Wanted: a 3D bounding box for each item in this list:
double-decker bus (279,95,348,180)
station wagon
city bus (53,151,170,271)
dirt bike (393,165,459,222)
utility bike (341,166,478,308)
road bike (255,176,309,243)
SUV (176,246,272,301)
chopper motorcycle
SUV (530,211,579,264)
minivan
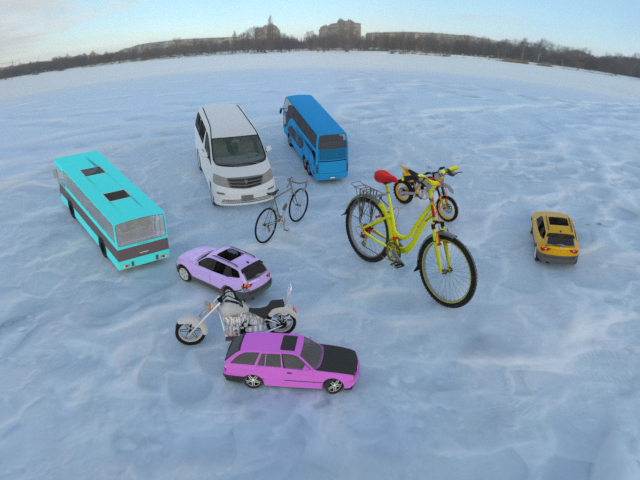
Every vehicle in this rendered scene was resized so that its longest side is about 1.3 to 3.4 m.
[{"bbox_3d":[-0.159,-2.237,14.757,0.756,1.052,3.251,-7,28,-13],"label":"double-decker bus"},{"bbox_3d":[-0.325,1.407,8.276,1.597,0.473,0.682,3,27,6],"label":"station wagon"},{"bbox_3d":[-3.517,-0.539,11.614,0.926,0.894,3.255,-17,32,-29],"label":"city bus"},{"bbox_3d":[1.862,-0.885,12.330,0.527,0.857,1.493,-21,34,-35],"label":"dirt bike"},{"bbox_3d":[1.289,-0.271,10.056,1.039,1.839,2.791,-19,33,-33],"label":"utility bike"},{"bbox_3d":[-0.621,-0.530,11.643,0.358,0.852,1.545,16,31,28],"label":"road bike"},{"bbox_3d":[-1.412,0.394,10.138,1.572,0.580,0.656,20,33,34],"label":"SUV"},{"bbox_3d":[-1.058,0.939,8.876,1.563,0.761,0.466,-4,27,-7],"label":"chopper motorcycle"},{"bbox_3d":[3.740,-0.129,11.158,0.656,0.580,1.572,5,28,10],"label":"SUV"},{"bbox_3d":[-1.701,-1.681,13.513,1.324,1.197,3.011,-8,28,-14],"label":"minivan"}]
